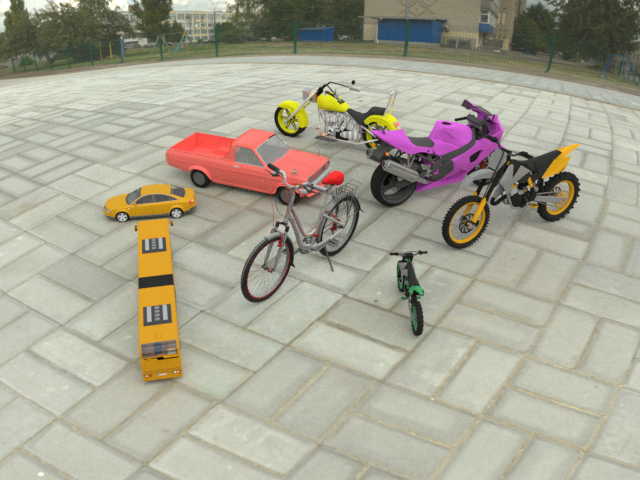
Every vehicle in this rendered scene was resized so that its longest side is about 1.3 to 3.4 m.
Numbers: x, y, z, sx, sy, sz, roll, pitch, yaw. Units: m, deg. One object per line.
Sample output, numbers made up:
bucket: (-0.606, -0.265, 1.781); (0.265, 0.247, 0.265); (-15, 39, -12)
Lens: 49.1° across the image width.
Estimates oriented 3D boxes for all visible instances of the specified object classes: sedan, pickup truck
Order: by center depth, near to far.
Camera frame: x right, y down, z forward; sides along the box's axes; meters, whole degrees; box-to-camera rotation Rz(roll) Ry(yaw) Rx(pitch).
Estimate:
sedan: (-2.993, -0.690, 12.330); (1.613, 0.483, 0.635); (-5, 30, -8)
pickup truck: (-1.369, -1.531, 13.293); (3.117, 0.993, 1.244); (13, 32, 21)

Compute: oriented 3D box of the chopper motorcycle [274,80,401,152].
chopper motorcycle: (0.333, -2.710, 14.875); (3.040, 1.480, 0.906); (17, 34, 27)

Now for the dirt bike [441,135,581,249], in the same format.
dirt bike: (3.210, -0.831, 11.379); (2.903, 1.666, 1.024); (-15, 33, -25)

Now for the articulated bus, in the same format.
articulated bus: (-2.276, 0.689, 9.822); (0.605, 0.561, 3.401); (-6, 30, -11)

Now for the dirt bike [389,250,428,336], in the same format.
dirt bike: (1.232, 0.616, 9.651); (0.527, 0.857, 1.493); (-3, 30, -5)

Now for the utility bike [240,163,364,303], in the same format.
utility bike: (-0.107, -0.242, 10.168); (1.039, 1.839, 2.791); (22, 36, 33)

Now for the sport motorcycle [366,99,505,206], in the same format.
sport motorcycle: (2.196, -1.544, 12.704); (2.955, 1.596, 0.983); (-13, 32, -22)
